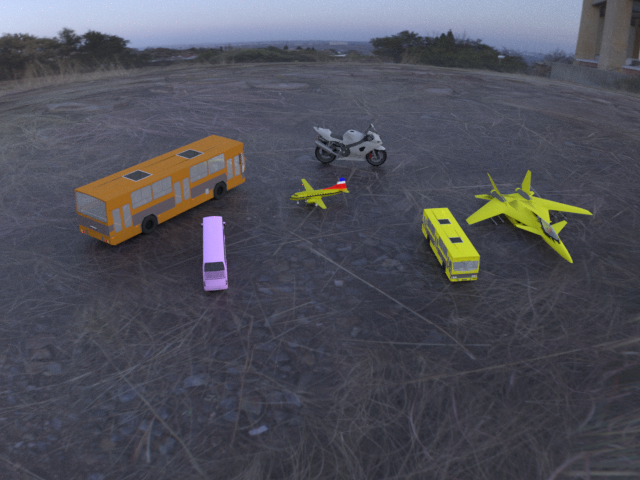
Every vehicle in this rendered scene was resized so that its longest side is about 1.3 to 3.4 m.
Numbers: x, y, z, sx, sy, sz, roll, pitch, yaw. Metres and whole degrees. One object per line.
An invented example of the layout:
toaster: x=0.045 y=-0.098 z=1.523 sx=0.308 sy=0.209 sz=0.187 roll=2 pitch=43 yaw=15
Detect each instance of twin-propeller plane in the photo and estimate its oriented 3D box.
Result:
twin-propeller plane: x=-0.030 y=-0.896 z=12.796 sx=1.095 sy=0.407 sz=1.370 roll=-9 pitch=29 yaw=-16

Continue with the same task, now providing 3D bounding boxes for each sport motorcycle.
sport motorcycle: x=0.615 y=-1.928 z=14.292 sx=1.520 sy=0.821 sz=0.506 roll=4 pitch=28 yaw=8

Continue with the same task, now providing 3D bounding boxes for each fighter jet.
fighter jet: x=3.621 y=-0.414 z=11.734 sx=2.229 sy=0.557 sz=2.640 roll=-5 pitch=28 yaw=-8

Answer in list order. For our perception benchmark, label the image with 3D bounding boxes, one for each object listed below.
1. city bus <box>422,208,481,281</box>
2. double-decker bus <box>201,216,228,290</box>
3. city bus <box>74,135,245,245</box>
city bus: x=2.013 y=0.061 z=10.945 sx=0.476 sy=0.460 sz=1.674 roll=-3 pitch=28 yaw=-7
double-decker bus: x=-1.613 y=0.159 z=10.676 sx=0.389 sy=0.541 sz=1.672 roll=-4 pitch=28 yaw=-7
city bus: x=-2.679 y=-0.919 z=12.322 sx=0.926 sy=0.894 sz=3.255 roll=19 pitch=33 yaw=31
